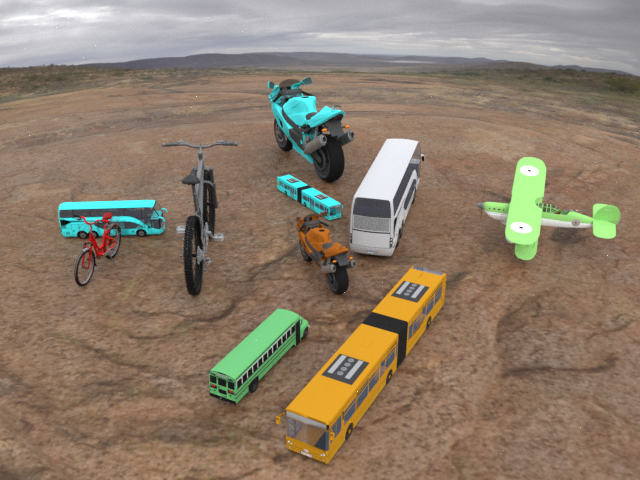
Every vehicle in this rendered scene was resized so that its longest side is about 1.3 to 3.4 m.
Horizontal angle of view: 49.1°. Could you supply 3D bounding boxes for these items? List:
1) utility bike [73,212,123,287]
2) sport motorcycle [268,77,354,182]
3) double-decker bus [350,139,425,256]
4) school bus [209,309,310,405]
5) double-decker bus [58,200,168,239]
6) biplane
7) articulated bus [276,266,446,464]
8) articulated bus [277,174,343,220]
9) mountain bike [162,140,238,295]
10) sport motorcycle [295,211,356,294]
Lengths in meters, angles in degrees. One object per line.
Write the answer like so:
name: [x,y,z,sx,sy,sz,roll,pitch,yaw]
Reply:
utility bike: [-3.145,0.016,10.082,0.535,0.946,1.435,5,27,10]
sport motorcycle: [-0.276,-2.250,13.958,0.983,1.596,2.955,-12,29,-24]
double-decker bus: [1.160,-0.821,11.666,0.756,1.052,3.251,7,27,13]
school bus: [-0.649,1.266,8.117,0.365,0.434,1.708,13,29,24]
double-decker bus: [-3.313,-0.341,11.267,1.672,0.541,0.389,-2,26,-4]
biplane: [3.486,-0.369,10.825,2.120,0.981,2.598,8,27,16]
articulated bus: [0.647,1.249,8.007,0.605,0.561,3.401,13,29,25]
articulated bus: [-0.213,-0.777,12.442,0.311,0.289,1.749,-17,31,-30]
mountain bike: [-1.741,-0.450,10.189,1.114,1.688,2.857,-1,26,-2]
sport motorcycle: [0.035,0.152,9.947,0.506,0.821,1.520,-11,28,-22]
